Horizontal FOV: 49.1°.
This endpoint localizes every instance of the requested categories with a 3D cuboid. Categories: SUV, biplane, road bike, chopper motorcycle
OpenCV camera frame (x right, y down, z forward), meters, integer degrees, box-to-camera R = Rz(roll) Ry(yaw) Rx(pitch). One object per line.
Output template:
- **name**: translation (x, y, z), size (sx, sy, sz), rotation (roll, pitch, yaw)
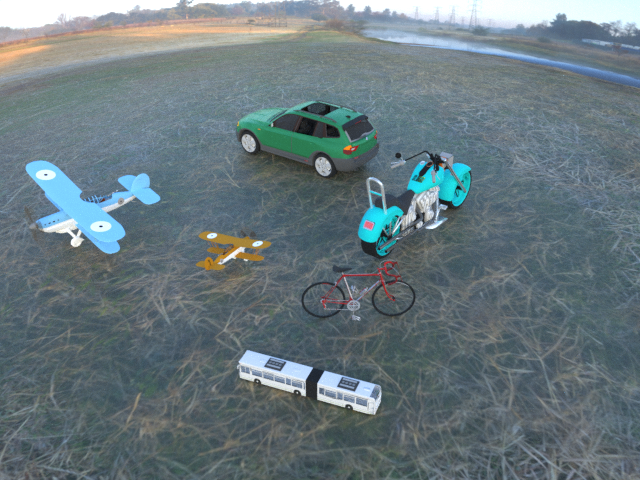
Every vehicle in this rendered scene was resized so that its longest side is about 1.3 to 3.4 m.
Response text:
- **SUV**: translation (-0.293, -2.176, 13.915), size (3.058, 1.128, 1.276), rotation (21, 37, 31)
- **biplane**: translation (-3.633, -0.517, 11.278), size (2.120, 0.981, 2.598), rotation (-26, 40, -37)
- **biplane**: translation (-1.390, 0.188, 10.560), size (1.336, 0.504, 1.090), rotation (18, 35, 27)
- **road bike**: translation (0.521, 0.690, 9.379), size (1.545, 0.852, 0.358), rotation (-1, 31, -2)
- **chopper motorcycle**: translation (1.635, -0.783, 11.235), size (0.906, 1.480, 3.040), rotation (23, 38, 33)

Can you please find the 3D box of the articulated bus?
- **articulated bus**: translation (-0.146, 1.673, 8.281), size (1.749, 0.289, 0.311), rotation (12, 33, 19)
